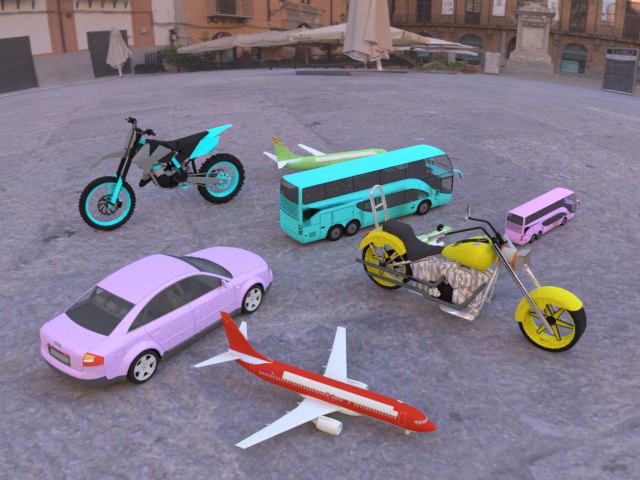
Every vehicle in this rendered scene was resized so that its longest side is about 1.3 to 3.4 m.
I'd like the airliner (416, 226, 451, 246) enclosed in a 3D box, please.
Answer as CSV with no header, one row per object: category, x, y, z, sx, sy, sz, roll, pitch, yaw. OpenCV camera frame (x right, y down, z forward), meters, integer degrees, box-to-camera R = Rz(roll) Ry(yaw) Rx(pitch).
airliner,1.624,-0.087,10.690,1.307,0.429,1.161,-24,35,-39

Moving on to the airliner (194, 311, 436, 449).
airliner,0.008,1.388,7.283,2.541,0.835,2.257,13,29,24

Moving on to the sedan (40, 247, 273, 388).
sedan,-1.858,0.700,8.544,1.235,0.940,3.137,19,32,33

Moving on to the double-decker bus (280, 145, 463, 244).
double-decker bus,0.867,-0.803,11.427,3.251,1.052,0.756,-16,31,-29

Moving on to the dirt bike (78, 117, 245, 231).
dirt bike,-2.532,-1.147,11.428,2.903,1.666,1.024,-17,31,-30

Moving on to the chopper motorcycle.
chopper motorcycle,1.810,0.314,8.711,3.040,1.480,0.906,18,32,32

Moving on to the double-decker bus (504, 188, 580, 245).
double-decker bus,3.561,-0.403,11.198,1.672,0.541,0.389,-22,34,-37

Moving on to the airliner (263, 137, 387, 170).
airliner,0.254,-1.711,13.488,2.541,0.835,2.257,-10,28,-19
